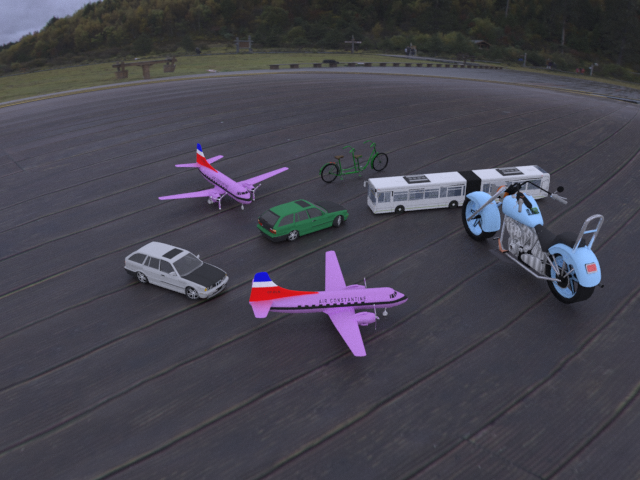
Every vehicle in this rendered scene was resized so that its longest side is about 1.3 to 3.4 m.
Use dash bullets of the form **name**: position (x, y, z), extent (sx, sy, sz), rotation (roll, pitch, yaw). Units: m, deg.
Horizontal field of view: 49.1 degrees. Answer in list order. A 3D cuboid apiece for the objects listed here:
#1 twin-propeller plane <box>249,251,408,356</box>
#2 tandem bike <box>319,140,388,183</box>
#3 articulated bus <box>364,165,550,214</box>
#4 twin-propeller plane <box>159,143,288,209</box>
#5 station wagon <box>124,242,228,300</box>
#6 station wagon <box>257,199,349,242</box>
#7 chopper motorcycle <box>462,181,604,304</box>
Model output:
- **twin-propeller plane**: position (0.129, 0.718, 9.269), extent (2.129, 0.792, 2.663), rotation (-3, 27, -6)
- **tandem bike**: position (0.693, -1.574, 13.956), extent (1.642, 0.682, 0.283), rotation (-15, 30, -27)
- **articulated bus**: position (2.523, -0.935, 12.818), extent (3.401, 0.561, 0.605), rotation (-6, 27, -11)
- **twin-propeller plane**: position (-1.836, -1.184, 13.057), extent (2.663, 0.792, 2.129), rotation (-17, 31, -31)
- **station wagon**: position (-2.104, 0.409, 10.239), extent (1.597, 0.473, 0.682), rotation (14, 30, 26)
- **station wagon**: position (-0.265, -0.412, 11.873), extent (1.597, 0.473, 0.682), rotation (-18, 32, -31)
- **chopper motorcycle**: position (3.045, -0.231, 10.392), extent (0.906, 1.480, 3.040), rotation (-10, 28, -19)
